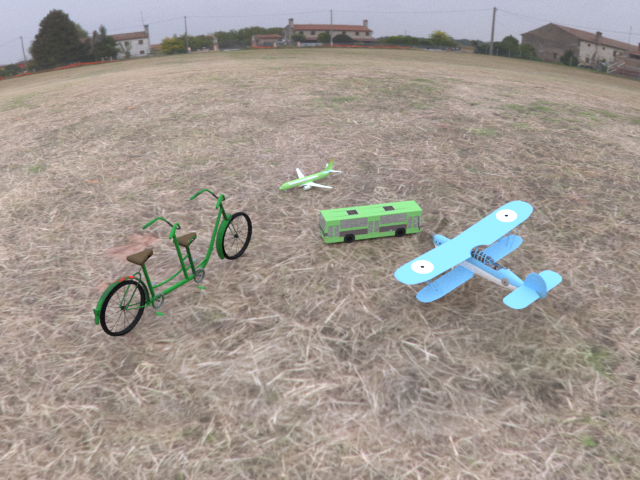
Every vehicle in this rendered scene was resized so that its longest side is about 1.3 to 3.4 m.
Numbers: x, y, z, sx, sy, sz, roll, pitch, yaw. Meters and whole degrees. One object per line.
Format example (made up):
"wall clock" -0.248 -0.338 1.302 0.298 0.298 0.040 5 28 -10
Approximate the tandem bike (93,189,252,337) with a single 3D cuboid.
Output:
"tandem bike" -1.955 0.189 9.841 0.550 1.326 3.192 17 33 28

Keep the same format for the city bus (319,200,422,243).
"city bus" 0.840 -0.287 11.624 1.674 0.460 0.476 -7 29 -12

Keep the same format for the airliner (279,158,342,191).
"airliner" -0.236 -1.244 13.420 1.307 0.429 1.161 -19 34 -31

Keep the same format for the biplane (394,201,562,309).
"biplane" 2.282 0.367 9.875 2.598 0.981 2.120 -20 34 -32
